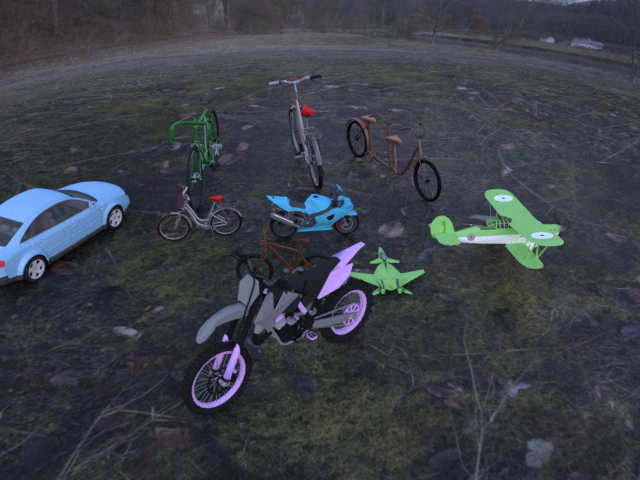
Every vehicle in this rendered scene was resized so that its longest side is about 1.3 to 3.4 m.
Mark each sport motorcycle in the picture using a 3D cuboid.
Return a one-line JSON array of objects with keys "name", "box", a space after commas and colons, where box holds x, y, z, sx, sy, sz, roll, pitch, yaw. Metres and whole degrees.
[{"name": "sport motorcycle", "box": [-0.102, -0.436, 11.487, 1.520, 0.821, 0.506, -3, 30, -5]}]

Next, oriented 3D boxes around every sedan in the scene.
[{"name": "sedan", "box": [-4.346, -0.317, 11.162, 1.235, 0.940, 3.137, 14, 33, 22]}]

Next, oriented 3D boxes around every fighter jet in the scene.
[{"name": "fighter jet", "box": [0.997, 0.373, 10.617, 1.147, 0.286, 1.358, -2, 30, -3]}]

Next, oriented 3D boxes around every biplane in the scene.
[{"name": "biplane", "box": [2.742, -0.131, 10.797, 2.120, 0.981, 2.598, -2, 30, -4]}]

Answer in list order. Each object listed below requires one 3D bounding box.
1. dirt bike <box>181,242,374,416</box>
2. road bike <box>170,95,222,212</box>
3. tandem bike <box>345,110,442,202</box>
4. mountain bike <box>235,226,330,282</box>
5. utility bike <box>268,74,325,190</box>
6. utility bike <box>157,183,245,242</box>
[{"name": "dirt bike", "box": [-0.397, 0.922, 8.278, 2.903, 1.666, 1.024, -24, 37, -35]}, {"name": "road bike", "box": [-2.149, -1.737, 12.913, 0.696, 1.656, 3.004, 1, 30, 2]}, {"name": "tandem bike", "box": [1.333, -1.817, 13.383, 0.550, 1.326, 3.192, -16, 34, -26]}, {"name": "mountain bike", "box": [-0.497, 0.308, 10.146, 1.469, 0.868, 0.573, 0, 30, 0]}, {"name": "utility bike", "box": [-0.391, -2.142, 13.433, 1.039, 1.839, 2.791, -7, 31, -12]}, {"name": "utility bike", "box": [-1.920, -0.401, 11.302, 1.435, 0.946, 0.535, -6, 30, -11]}]
